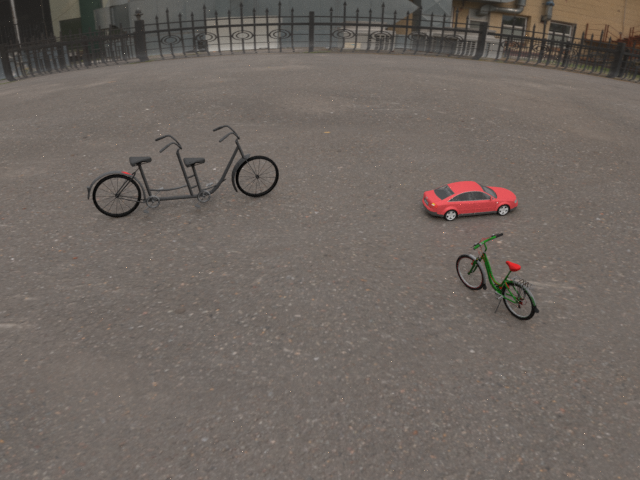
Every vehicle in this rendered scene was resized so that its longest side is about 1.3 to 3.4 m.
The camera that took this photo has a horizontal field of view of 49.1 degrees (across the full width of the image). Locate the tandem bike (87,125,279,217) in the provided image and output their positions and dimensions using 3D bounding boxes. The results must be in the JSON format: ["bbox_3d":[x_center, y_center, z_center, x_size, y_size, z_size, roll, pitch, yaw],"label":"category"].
[{"bbox_3d":[-2.227,-1.137,11.582,3.192,1.326,0.550,-9,31,-16],"label":"tandem bike"}]

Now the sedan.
[{"bbox_3d":[2.518,-0.704,11.672,1.613,0.483,0.635,-6,30,-10],"label":"sedan"}]

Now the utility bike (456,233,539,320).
[{"bbox_3d":[2.275,0.464,9.140,0.535,0.946,1.435,-19,35,-30],"label":"utility bike"}]
